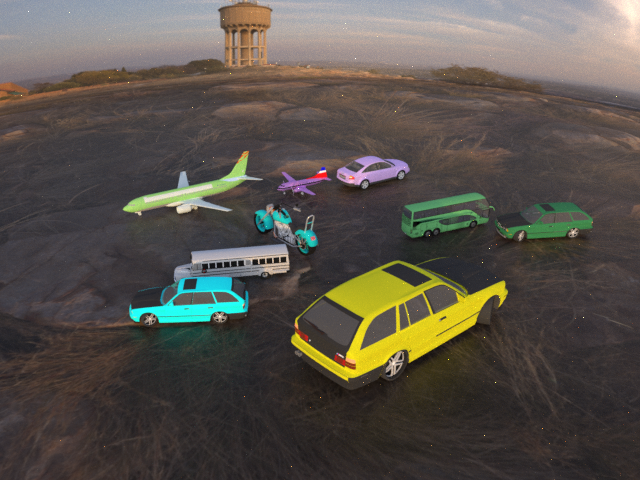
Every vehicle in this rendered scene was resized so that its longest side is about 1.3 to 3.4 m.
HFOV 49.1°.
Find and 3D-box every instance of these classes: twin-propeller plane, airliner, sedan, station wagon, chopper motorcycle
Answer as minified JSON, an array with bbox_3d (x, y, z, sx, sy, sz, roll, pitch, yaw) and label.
[{"bbox_3d":[-0.341,-1.151,13.600,1.095,0.407,1.370,-13,29,-25],"label":"twin-propeller plane"},{"bbox_3d":[-2.398,-1.038,12.880,2.541,0.835,2.257,-15,30,-28],"label":"airliner"},{"bbox_3d":[1.090,-1.423,14.070,1.613,0.483,0.635,-16,30,-30],"label":"sedan"},{"bbox_3d":[1.135,0.812,8.987,3.105,0.920,1.327,-21,33,-36],"label":"station wagon"},{"bbox_3d":[-1.782,0.799,9.523,1.597,0.473,0.682,-2,26,-4],"label":"station wagon"},{"bbox_3d":[3.779,-0.338,11.855,1.597,0.473,0.682,-4,26,-8],"label":"station wagon"},{"bbox_3d":[-0.583,-0.272,11.393,0.466,0.761,1.563,-20,33,-35],"label":"chopper motorcycle"}]

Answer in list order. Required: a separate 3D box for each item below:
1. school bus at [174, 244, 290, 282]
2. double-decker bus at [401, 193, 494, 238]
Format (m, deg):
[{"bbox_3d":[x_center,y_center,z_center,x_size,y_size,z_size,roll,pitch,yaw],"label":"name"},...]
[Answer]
[{"bbox_3d":[-1.321,0.365,10.458,1.708,0.434,0.365,-5,26,-10],"label":"school bus"},{"bbox_3d":[2.186,-0.434,11.975,1.672,0.541,0.389,-11,28,-22],"label":"double-decker bus"}]
